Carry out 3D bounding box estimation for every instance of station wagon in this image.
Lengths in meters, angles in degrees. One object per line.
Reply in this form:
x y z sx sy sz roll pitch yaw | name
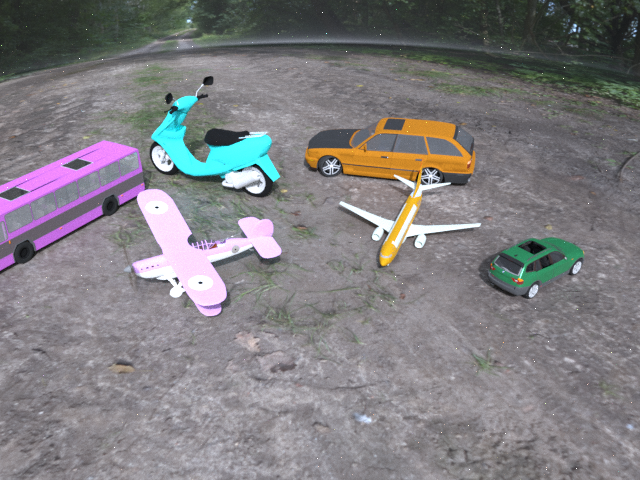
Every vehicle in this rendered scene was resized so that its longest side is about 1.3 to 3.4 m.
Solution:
1.274 -1.702 12.815 3.105 0.920 1.327 7 31 12 | station wagon

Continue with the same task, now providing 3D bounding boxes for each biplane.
-1.578 0.193 9.445 2.120 0.981 2.598 -15 33 -24 | biplane

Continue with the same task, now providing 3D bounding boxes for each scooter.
-1.910 -1.748 12.023 2.721 1.786 1.288 15 33 24 | scooter

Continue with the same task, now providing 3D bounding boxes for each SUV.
3.021 0.279 9.698 1.572 0.580 0.656 -21 36 -32 | SUV

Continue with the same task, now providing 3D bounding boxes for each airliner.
1.296 -0.447 10.709 2.257 0.835 2.541 10 31 17 | airliner

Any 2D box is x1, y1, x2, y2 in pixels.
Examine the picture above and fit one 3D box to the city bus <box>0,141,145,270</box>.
-4.155 -0.541 10.814 0.926 0.894 3.255 16 34 26 | city bus
